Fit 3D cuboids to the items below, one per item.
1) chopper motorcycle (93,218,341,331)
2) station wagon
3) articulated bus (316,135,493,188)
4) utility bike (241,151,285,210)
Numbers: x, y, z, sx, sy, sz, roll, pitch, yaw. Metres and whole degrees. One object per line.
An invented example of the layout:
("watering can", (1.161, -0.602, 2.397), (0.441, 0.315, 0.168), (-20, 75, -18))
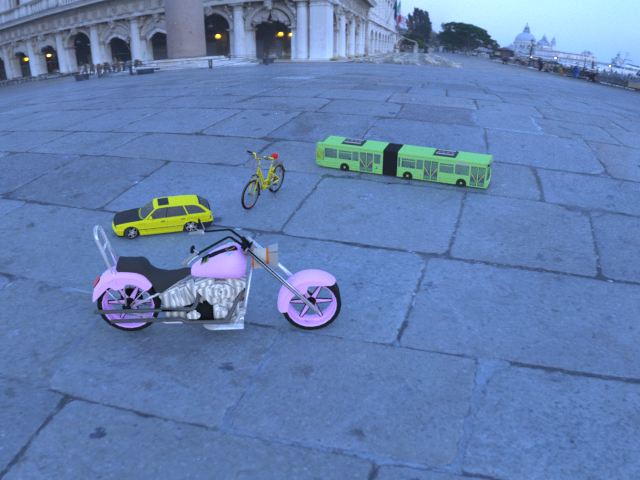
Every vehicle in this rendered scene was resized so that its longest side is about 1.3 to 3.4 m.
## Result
("chopper motorcycle", (-1.256, 0.466, 8.559), (3.040, 1.480, 0.906), (-2, 27, -3))
("station wagon", (-2.561, -0.411, 11.369), (1.597, 0.473, 0.682), (-7, 28, -13))
("articulated bus", (1.590, -1.515, 13.423), (3.401, 0.561, 0.605), (10, 29, 18))
("utility bike", (-0.930, -1.128, 12.248), (0.535, 0.946, 1.435), (14, 30, 25))
